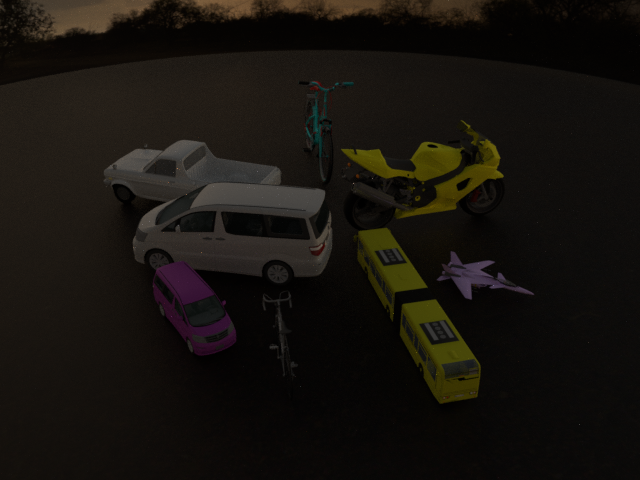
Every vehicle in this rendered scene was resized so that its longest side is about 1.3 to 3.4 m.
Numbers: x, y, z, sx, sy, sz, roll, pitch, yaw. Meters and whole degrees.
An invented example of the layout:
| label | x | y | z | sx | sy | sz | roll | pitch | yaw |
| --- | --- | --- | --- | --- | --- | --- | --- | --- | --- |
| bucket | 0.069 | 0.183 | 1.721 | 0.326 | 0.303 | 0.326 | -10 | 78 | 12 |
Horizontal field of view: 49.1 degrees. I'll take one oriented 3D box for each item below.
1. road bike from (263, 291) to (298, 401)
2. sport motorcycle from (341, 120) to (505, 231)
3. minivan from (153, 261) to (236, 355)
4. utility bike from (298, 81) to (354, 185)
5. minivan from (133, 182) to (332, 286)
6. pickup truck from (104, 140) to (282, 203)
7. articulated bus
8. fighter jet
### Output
| label | x | y | z | sx | sy | sz | roll | pitch | yaw |
| --- | --- | --- | --- | --- | --- | --- | --- | --- | --- |
| road bike | -0.454 | 1.217 | 8.458 | 0.358 | 0.852 | 1.545 | -5 | 30 | -9 |
| sport motorcycle | 1.755 | -0.991 | 11.566 | 2.955 | 1.596 | 0.983 | -8 | 31 | -13 |
| minivan | -1.682 | 0.884 | 9.278 | 0.681 | 0.616 | 1.548 | -18 | 34 | -28 |
| utility bike | 0.053 | -2.333 | 13.666 | 1.039 | 1.839 | 2.791 | -5 | 30 | -9 |
| minivan | -1.339 | -0.189 | 10.568 | 3.011 | 1.197 | 1.324 | 5 | 30 | 9 |
| pickup truck | -2.288 | -1.171 | 12.487 | 3.117 | 0.993 | 1.244 | 10 | 31 | 17 |
| articulated bus | 1.198 | 0.850 | 9.391 | 0.605 | 0.561 | 3.401 | -7 | 31 | -12 |
| fighter jet | 2.454 | 0.539 | 10.211 | 1.358 | 0.286 | 1.147 | 15 | 33 | 25 |
